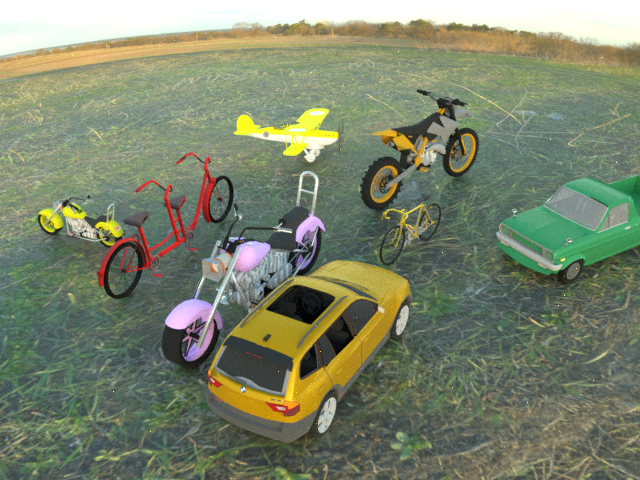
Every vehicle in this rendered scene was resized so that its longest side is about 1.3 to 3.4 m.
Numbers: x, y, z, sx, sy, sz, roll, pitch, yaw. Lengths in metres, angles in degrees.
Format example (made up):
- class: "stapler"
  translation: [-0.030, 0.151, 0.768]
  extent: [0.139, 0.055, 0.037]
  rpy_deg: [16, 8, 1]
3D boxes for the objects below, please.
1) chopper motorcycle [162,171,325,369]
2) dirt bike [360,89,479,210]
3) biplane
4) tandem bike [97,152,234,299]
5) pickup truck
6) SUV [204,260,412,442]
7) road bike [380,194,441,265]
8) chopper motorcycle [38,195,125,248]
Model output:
- class: "chopper motorcycle"
  translation: [-0.863, 0.291, 8.710]
  extent: [0.906, 1.480, 3.040]
  rpy_deg: [17, 34, 28]
- class: "dirt bike"
  translation: [1.772, -1.581, 11.863]
  extent: [2.903, 1.666, 1.024]
  rpy_deg: [-23, 36, -35]
- class: "biplane"
  translation: [-0.557, -2.038, 13.382]
  extent: [2.120, 0.981, 2.598]
  rpy_deg: [6, 30, 10]
- class: "tandem bike"
  translation: [-2.107, -0.341, 9.997]
  extent: [0.550, 1.326, 3.192]
  rpy_deg: [13, 32, 22]
- class: "pickup truck"
  translation: [4.116, -0.348, 10.349]
  extent: [3.117, 0.993, 1.244]
  rpy_deg: [-16, 33, -27]
- class: "SUV"
  translation: [-0.008, 0.973, 7.852]
  extent: [1.276, 1.128, 3.058]
  rpy_deg: [16, 33, 26]
- class: "road bike"
  translation: [1.351, -0.207, 10.243]
  extent: [0.358, 0.852, 1.545]
  rpy_deg: [23, 37, 35]
- class: "chopper motorcycle"
  translation: [-3.644, -0.323, 10.542]
  extent: [1.563, 0.761, 0.466]
  rpy_deg: [13, 32, 21]
